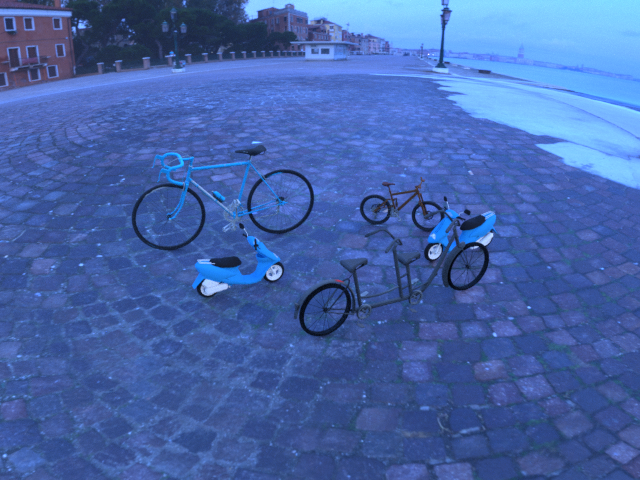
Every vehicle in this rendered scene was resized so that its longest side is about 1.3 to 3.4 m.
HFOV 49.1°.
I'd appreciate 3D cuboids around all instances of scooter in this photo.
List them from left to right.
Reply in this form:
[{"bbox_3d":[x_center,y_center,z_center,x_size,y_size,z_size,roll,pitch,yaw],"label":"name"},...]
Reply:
[{"bbox_3d":[-1.168,0.316,10.065,1.399,0.919,0.662,-12,29,-23],"label":"scooter"},{"bbox_3d":[2.250,-0.194,11.065,1.399,0.919,0.662,-13,30,-24],"label":"scooter"}]

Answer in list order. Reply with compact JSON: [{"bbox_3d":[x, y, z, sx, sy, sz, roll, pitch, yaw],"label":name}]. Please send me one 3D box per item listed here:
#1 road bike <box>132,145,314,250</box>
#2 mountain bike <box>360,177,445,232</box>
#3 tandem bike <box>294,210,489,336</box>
[{"bbox_3d":[-1.522,-0.716,11.278,3.004,1.656,0.697,-9,28,-17],"label":"road bike"},{"bbox_3d":[1.395,-0.600,11.918,1.469,0.868,0.573,8,28,16],"label":"mountain bike"},{"bbox_3d":[1.067,0.409,9.436,3.192,1.326,0.550,-14,30,-26],"label":"tandem bike"}]
